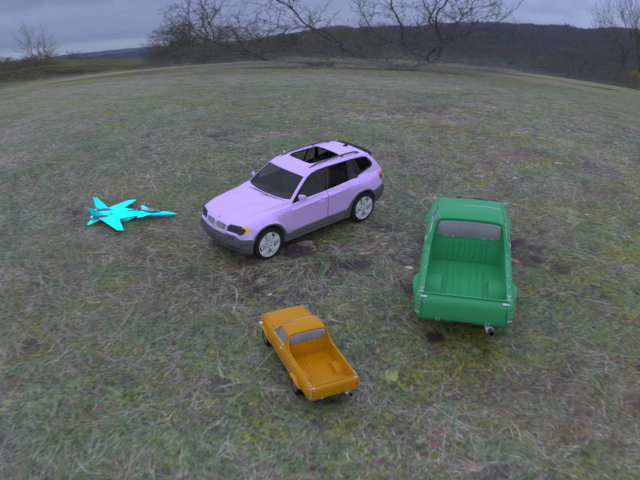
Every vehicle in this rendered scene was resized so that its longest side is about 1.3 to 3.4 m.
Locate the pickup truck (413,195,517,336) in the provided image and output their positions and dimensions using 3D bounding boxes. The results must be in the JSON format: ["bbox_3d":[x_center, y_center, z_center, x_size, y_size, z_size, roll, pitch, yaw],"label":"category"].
[{"bbox_3d":[1.939,0.129,9.250,1.244,0.993,3.117,6,28,11],"label":"pickup truck"}]

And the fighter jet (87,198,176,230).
[{"bbox_3d":[-2.988,-0.479,11.203,1.358,0.286,1.147,-2,27,-3],"label":"fighter jet"}]

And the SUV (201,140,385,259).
[{"bbox_3d":[-0.366,-0.727,10.765,3.058,1.128,1.276,-22,35,-36],"label":"SUV"}]

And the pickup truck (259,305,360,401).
[{"bbox_3d":[-0.152,1.181,7.735,0.640,0.511,1.603,-11,29,-21],"label":"pickup truck"}]
